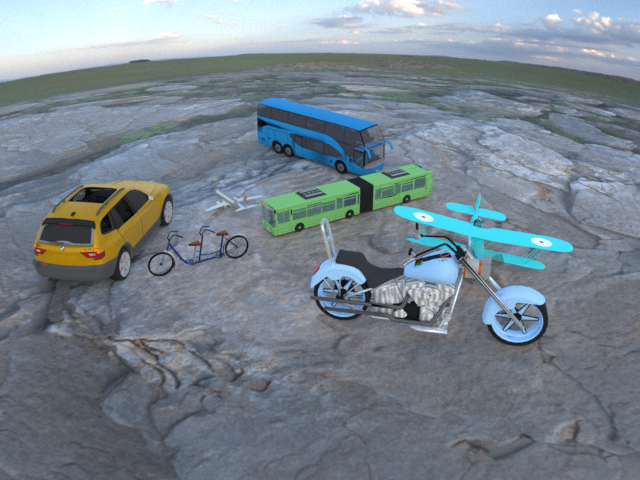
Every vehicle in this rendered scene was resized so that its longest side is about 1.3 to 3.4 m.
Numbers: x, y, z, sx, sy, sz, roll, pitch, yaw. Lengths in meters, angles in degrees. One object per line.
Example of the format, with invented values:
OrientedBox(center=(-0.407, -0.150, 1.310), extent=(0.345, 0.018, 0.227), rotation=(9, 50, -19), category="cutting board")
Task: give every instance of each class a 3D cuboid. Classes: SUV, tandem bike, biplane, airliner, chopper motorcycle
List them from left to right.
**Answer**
OrientedBox(center=(-3.336, -0.363, 11.052), extent=(1.276, 1.128, 3.058), rotation=(4, 27, 8), category="SUV")
OrientedBox(center=(-1.816, 0.108, 10.617), extent=(1.642, 0.682, 0.283), rotation=(-13, 30, -25), category="tandem bike")
OrientedBox(center=(-1.628, -0.803, 12.692), extent=(1.161, 0.429, 1.307), rotation=(-18, 32, -31), category="airliner")
OrientedBox(center=(1.367, 0.531, 8.900), extent=(3.040, 1.480, 0.906), rotation=(6, 27, 11), category="chopper motorcycle")
OrientedBox(center=(2.423, -0.061, 10.619), extent=(2.598, 0.981, 2.120), rotation=(5, 27, 9), category="biplane")

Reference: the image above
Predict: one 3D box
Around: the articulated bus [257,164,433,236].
OrientedBox(center=(0.535, -0.756, 12.454), extent=(3.401, 0.561, 0.605), rotation=(-16, 31, -28), category="articulated bus")

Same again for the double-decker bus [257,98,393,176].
OrientedBox(center=(-0.002, -2.177, 14.714), extent=(3.251, 1.052, 0.756), rotation=(22, 34, 36), category="double-decker bus")
